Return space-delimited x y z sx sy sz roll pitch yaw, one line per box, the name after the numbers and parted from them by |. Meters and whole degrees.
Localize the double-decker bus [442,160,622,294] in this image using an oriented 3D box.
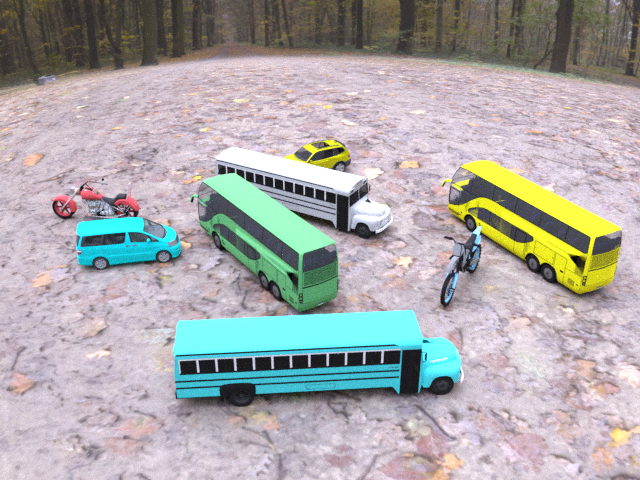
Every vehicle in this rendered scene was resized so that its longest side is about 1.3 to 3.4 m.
3.179 -0.325 10.937 0.756 1.052 3.251 -14 32 -24 | double-decker bus

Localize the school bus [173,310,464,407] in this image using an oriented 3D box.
0.012 1.338 8.113 3.322 0.844 0.709 -2 29 -4 | school bus

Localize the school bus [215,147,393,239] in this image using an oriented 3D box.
-0.312 -0.862 12.136 3.322 0.844 0.709 16 33 27 | school bus

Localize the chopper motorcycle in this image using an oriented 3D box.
-3.829 -0.681 11.892 1.563 0.761 0.466 5 29 9 | chopper motorcycle

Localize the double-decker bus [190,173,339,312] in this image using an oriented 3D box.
-0.898 -0.083 10.495 0.756 1.052 3.251 -18 34 -30 | double-decker bus

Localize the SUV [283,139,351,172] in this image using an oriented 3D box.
-0.154 -1.569 13.704 1.572 0.580 0.656 -15 32 -26 | SUV

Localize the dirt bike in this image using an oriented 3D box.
2.046 0.309 9.980 0.527 0.857 1.493 16 32 27 | dirt bike

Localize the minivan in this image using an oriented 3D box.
-2.947 0.004 10.791 1.548 0.616 0.681 -6 29 -11 | minivan
